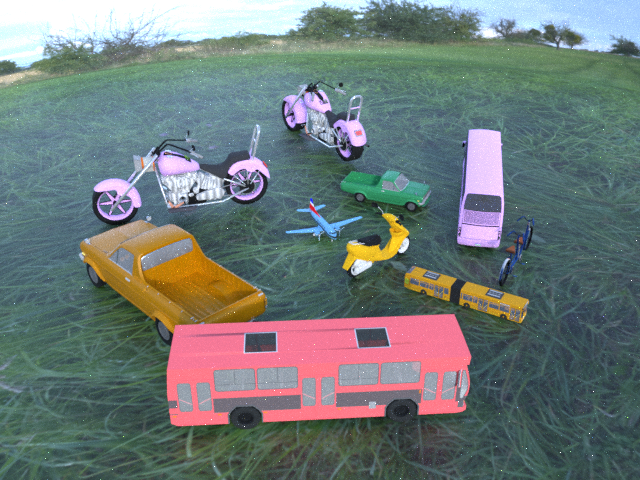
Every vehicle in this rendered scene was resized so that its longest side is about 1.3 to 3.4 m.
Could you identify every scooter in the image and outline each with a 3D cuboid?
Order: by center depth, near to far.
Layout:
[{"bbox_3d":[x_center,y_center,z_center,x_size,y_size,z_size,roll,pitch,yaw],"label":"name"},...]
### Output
[{"bbox_3d":[0.885,-0.011,10.513,1.399,0.919,0.662,-23,37,-35],"label":"scooter"}]

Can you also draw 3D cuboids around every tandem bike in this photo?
[{"bbox_3d":[2.974,0.113,10.535,0.283,0.682,1.642,16,33,26],"label":"tandem bike"}]

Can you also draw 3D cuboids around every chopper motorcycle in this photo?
[{"bbox_3d":[-2.355,-1.118,11.921,3.040,1.480,0.906,-8,30,-15],"label":"chopper motorcycle"},{"bbox_3d":[0.013,-2.679,14.719,0.906,1.480,3.040,-16,33,-27],"label":"chopper motorcycle"}]

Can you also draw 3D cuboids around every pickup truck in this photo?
[{"bbox_3d":[-2.113,0.437,9.634,1.244,0.993,3.117,-25,38,-37],"label":"pickup truck"},{"bbox_3d":[1.190,-0.960,12.633,1.603,0.511,0.640,12,31,20],"label":"pickup truck"}]

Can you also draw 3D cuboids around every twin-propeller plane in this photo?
[{"bbox_3d":[0.038,-0.324,11.599,1.370,0.407,1.095,-12,31,-20],"label":"twin-propeller plane"}]

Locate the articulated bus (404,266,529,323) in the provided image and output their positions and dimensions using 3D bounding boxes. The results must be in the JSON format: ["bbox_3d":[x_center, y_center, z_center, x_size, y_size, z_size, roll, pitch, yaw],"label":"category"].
[{"bbox_3d":[2.026,0.751,9.794,1.749,0.289,0.311,16,33,27],"label":"articulated bus"}]

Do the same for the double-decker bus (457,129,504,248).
[{"bbox_3d":[2.802,-1.006,12.161,0.756,1.052,3.251,6,30,10],"label":"double-decker bus"}]

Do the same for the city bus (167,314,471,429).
[{"bbox_3d":[-0.020,1.482,7.864,3.255,0.894,0.926,-2,29,-3],"label":"city bus"}]
